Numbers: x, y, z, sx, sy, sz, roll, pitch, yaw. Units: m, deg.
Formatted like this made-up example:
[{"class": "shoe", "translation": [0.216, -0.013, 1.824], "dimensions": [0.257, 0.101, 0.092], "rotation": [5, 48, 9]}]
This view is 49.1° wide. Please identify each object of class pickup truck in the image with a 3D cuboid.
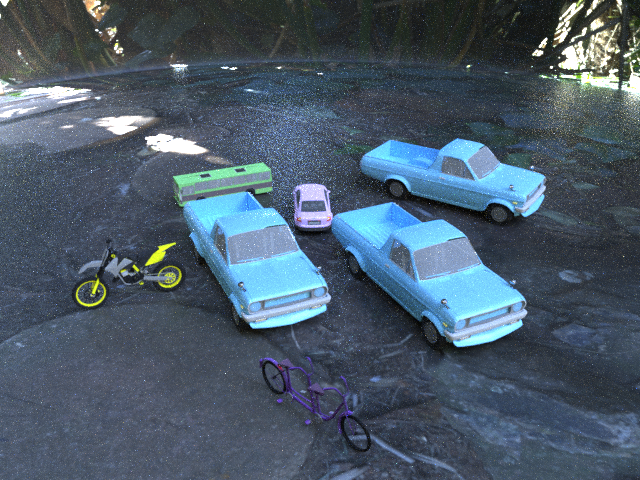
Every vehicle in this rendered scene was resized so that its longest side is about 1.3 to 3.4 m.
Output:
[{"class": "pickup truck", "translation": [-0.976, 0.089, 9.639], "dimensions": [1.244, 0.993, 3.117], "rotation": [-12, 29, -21]}, {"class": "pickup truck", "translation": [1.323, 0.265, 9.299], "dimensions": [1.244, 0.993, 3.117], "rotation": [-13, 30, -24]}, {"class": "pickup truck", "translation": [2.268, -1.179, 12.093], "dimensions": [3.117, 0.993, 1.244], "rotation": [17, 32, 29]}]

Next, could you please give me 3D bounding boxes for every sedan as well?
[{"class": "sedan", "translation": [-0.132, -0.622, 11.570], "dimensions": [0.635, 0.483, 1.613], "rotation": [-1, 27, -3]}]

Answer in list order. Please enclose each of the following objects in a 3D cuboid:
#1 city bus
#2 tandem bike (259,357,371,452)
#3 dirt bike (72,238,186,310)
[{"class": "city bus", "translation": [-1.692, -0.958, 12.245], "dimensions": [1.674, 0.460, 0.476], "rotation": [-11, 29, -21]}, {"class": "tandem bike", "translation": [-0.086, 1.555, 7.143], "dimensions": [0.283, 0.682, 1.642], "rotation": [-24, 36, -38]}, {"class": "dirt bike", "translation": [-2.496, 0.419, 9.149], "dimensions": [1.493, 0.857, 0.527], "rotation": [-13, 30, -23]}]
